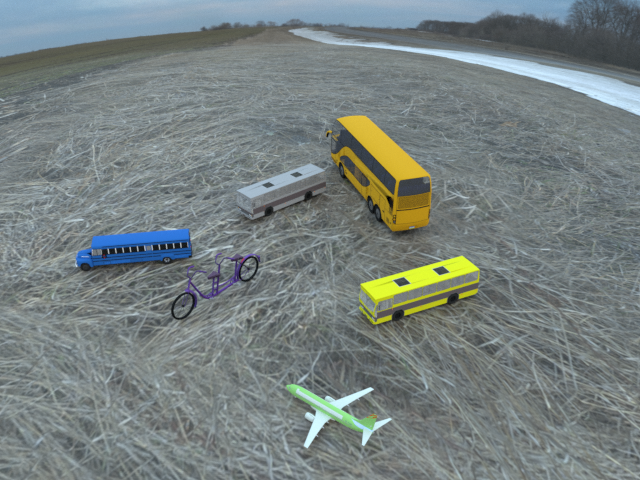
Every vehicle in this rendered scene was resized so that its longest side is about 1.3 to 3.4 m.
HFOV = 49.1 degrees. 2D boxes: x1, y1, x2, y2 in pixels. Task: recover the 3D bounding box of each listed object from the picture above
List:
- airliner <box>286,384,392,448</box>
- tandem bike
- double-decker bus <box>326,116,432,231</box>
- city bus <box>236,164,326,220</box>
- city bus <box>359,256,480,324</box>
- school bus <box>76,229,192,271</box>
[{"bbox_3d":[0.111,1.794,7.676,1.307,0.429,1.161,23,37,34],"label":"airliner"},{"bbox_3d":[-1.406,0.518,9.610,0.283,0.682,1.642,23,38,34],"label":"tandem bike"},{"bbox_3d":[0.972,-1.280,12.322,0.756,1.052,3.251,-9,32,-15],"label":"double-decker bus"},{"bbox_3d":[-0.651,-0.835,12.146,1.674,0.460,0.476,-24,38,-35],"label":"city bus"},{"bbox_3d":[1.362,0.687,9.541,1.674,0.460,0.476,-14,33,-22],"label":"city bus"},{"bbox_3d":[-2.797,0.138,10.507,1.708,0.434,0.365,-5,31,-8],"label":"school bus"}]
